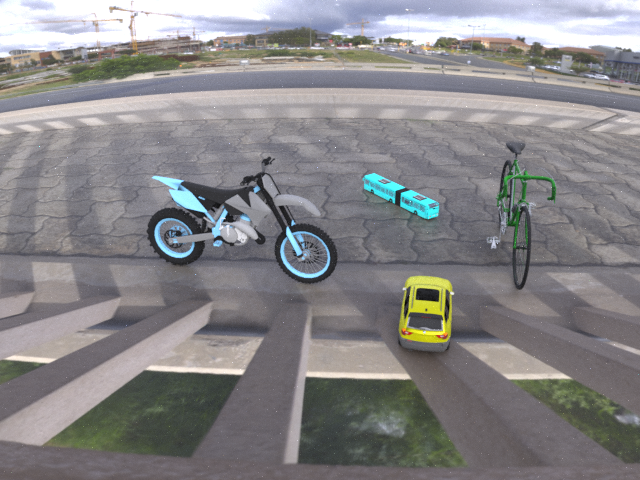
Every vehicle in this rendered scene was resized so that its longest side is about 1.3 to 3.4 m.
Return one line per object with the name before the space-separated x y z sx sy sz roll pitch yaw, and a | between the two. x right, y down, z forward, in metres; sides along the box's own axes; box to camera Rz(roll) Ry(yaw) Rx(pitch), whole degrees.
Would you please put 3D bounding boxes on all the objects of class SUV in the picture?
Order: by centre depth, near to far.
SUV | 1.353 0.834 8.854 0.656 0.580 1.572 5 27 9

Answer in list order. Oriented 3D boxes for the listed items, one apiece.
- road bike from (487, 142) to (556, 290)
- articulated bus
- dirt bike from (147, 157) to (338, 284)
road bike | 2.888 -0.523 10.370 0.696 1.656 3.004 3 27 6
articulated bus | 1.411 -0.793 12.442 0.311 0.289 1.749 -18 32 -31
dirt bike | -1.148 -0.265 9.841 2.903 1.666 1.024 8 27 15
